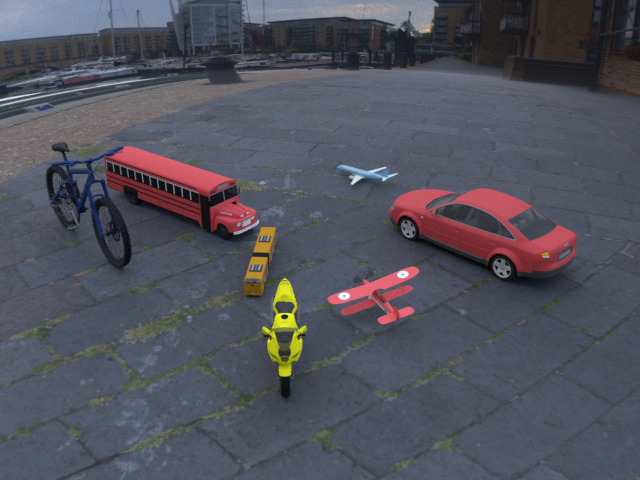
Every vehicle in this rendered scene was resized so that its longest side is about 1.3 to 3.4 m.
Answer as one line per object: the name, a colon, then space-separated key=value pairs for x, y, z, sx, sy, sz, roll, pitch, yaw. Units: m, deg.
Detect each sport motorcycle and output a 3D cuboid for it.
sport motorcycle: x=-0.416 y=1.153 z=8.361 sx=0.506 sy=0.821 sz=1.520 roll=-1 pitch=27 yaw=-2

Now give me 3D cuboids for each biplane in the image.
biplane: x=0.793 y=0.805 z=9.388 sx=1.336 sy=0.504 sz=1.090 roll=-11 pitch=29 yaw=-20

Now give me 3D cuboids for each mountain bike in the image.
mountain bike: x=-3.729 y=-0.677 z=10.984 sx=1.114 sy=1.688 sz=2.857 roll=-22 pitch=34 yaw=-36

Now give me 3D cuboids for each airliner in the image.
airliner: x=0.853 y=-1.391 z=13.760 sx=1.307 sy=0.429 sz=1.161 roll=20 pitch=33 yaw=34

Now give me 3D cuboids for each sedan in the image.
sedan: x=2.477 y=-0.294 z=11.058 sx=1.235 sy=0.940 sz=3.137 roll=-24 pitch=35 yaw=-38

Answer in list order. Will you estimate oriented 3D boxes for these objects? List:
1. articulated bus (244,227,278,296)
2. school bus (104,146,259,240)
articulated bus: x=-0.886 y=0.292 z=10.627 sx=0.311 sy=0.289 sz=1.749 roll=2 pitch=27 yaw=3
school bus: x=-2.473 y=-0.877 z=12.302 sx=3.322 sy=0.844 sz=0.709 roll=20 pitch=33 yaw=33
